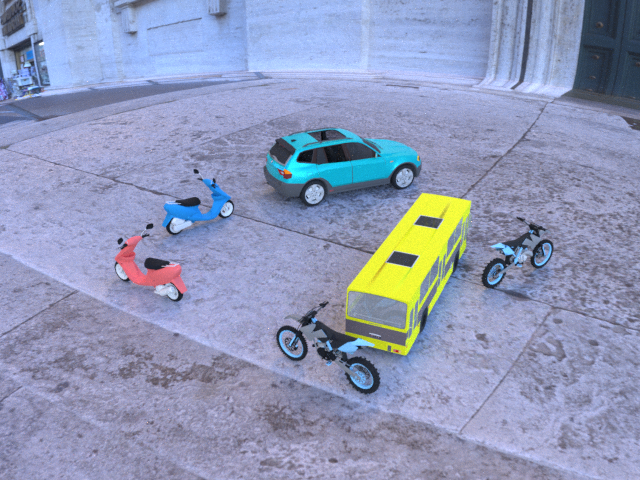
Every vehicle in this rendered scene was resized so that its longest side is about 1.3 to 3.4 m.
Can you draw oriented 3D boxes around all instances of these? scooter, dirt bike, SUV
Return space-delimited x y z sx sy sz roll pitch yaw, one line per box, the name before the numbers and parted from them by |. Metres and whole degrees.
scooter | -2.046 -0.646 11.787 1.399 0.919 0.662 -21 34 -36
scooter | -2.442 0.324 9.884 1.399 0.919 0.662 17 31 30
dirt bike | 0.064 1.233 8.169 1.493 0.857 0.527 19 32 32
dirt bike | 2.931 0.171 10.252 1.493 0.857 0.527 -17 32 -30
SUV | 0.457 -1.525 13.279 3.058 1.128 1.276 -12 29 -22

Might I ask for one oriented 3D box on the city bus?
city bus | 1.326 0.384 9.794 0.926 0.894 3.255 11 29 21
